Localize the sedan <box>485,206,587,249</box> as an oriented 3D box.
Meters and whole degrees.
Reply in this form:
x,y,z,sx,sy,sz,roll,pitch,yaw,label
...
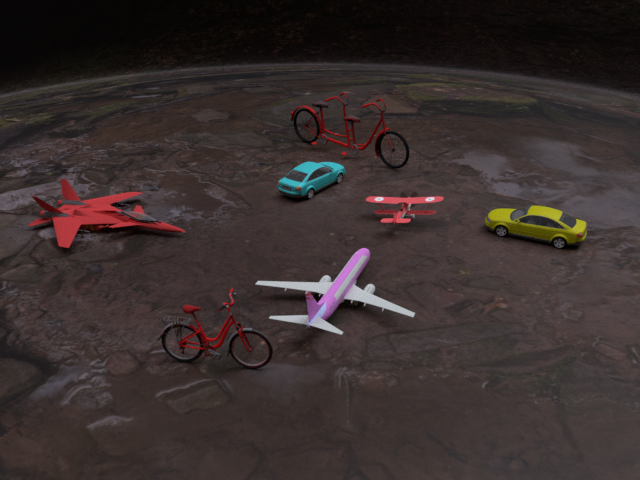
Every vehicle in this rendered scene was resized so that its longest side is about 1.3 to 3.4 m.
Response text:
x,y,z,sx,sy,sz,roll,pitch,yaw,label
3.521,-0.287,11.449,1.613,0.483,0.635,13,30,23,sedan

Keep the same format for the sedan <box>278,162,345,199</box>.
x,y,z,sx,sy,sz,roll,pitch,yaw,label
-0.132,-1.218,13.235,0.635,0.483,1.613,19,33,33,sedan

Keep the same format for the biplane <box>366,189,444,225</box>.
x,y,z,sx,sy,sz,roll,pitch,yaw,label
1.371,-0.499,11.832,1.336,0.504,1.090,10,29,18,biplane

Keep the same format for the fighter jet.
x,y,z,sx,sy,sz,roll,pitch,yaw,label
-3.458,-0.473,11.725,2.640,0.557,2.229,9,29,16,fighter jet

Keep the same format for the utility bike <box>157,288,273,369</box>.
x,y,z,sx,sy,sz,roll,pitch,yaw,label
-1.260,1.063,8.357,1.435,0.946,0.535,4,28,8,utility bike

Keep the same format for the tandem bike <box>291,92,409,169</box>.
x,y,z,sx,sy,sz,roll,pitch,yaw,label
0.562,-2.411,14.612,3.192,1.326,0.550,22,35,36,tandem bike

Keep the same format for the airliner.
x,y,z,sx,sy,sz,roll,pitch,yaw,label
0.272,0.496,9.566,2.257,0.835,2.541,10,29,19,airliner
